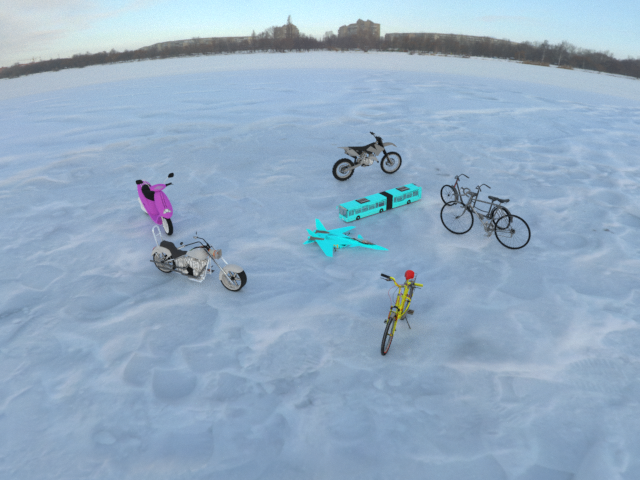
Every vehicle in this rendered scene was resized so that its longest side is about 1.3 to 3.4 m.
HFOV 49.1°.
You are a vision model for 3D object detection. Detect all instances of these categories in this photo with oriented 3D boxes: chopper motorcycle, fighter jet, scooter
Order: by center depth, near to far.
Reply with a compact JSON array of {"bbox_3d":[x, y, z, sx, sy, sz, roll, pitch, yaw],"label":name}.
[{"bbox_3d":[-1.780,0.266,10.139,1.563,0.761,0.466,12,29,21],"label":"chopper motorcycle"},{"bbox_3d":[0.457,-0.031,11.243,1.358,0.286,1.147,10,29,19],"label":"fighter jet"},{"bbox_3d":[-2.805,-0.701,11.859,0.662,0.919,1.399,-16,31,-29],"label":"scooter"}]

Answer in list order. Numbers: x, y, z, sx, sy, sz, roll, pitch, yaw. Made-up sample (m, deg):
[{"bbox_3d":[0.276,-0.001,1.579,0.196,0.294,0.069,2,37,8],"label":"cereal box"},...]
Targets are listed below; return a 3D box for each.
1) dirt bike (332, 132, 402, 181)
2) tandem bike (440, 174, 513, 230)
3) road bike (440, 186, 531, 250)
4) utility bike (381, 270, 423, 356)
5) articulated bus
[{"bbox_3d":[0.938,-1.633,13.753,1.493,0.857,0.527,-10,29,-18],"label":"dirt bike"},{"bbox_3d":[2.691,-0.701,12.119,0.283,0.682,1.642,-19,33,-32],"label":"tandem bike"},{"bbox_3d":[2.652,-0.361,11.266,1.545,0.852,0.358,17,32,30],"label":"road bike"},{"bbox_3d":[1.061,0.804,8.883,0.535,0.946,1.435,10,29,19],"label":"utility bike"},{"bbox_3d":[1.087,-0.678,12.507,1.749,0.289,0.311,-18,32,-31],"label":"articulated bus"}]
